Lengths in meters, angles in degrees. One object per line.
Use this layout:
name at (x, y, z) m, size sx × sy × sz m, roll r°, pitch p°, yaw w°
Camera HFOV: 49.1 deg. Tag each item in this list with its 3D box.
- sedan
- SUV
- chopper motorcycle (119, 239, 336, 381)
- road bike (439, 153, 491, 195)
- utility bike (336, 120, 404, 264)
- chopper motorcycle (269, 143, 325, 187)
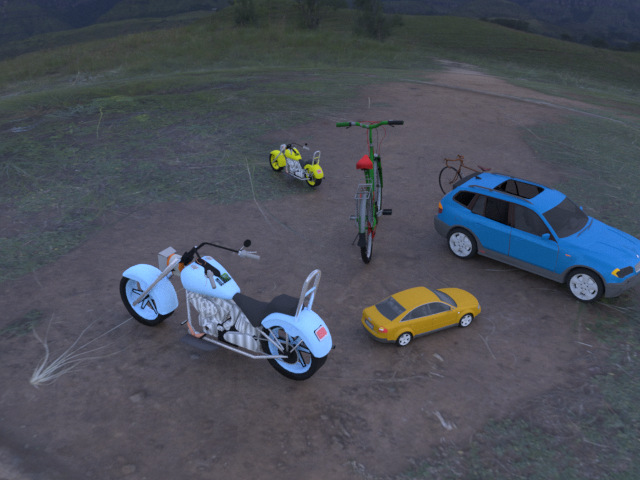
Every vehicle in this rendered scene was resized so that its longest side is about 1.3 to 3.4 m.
sedan at (1.300, 0.873, 8.832) m, size 1.613 × 0.483 × 0.635 m, roll -12°, pitch 29°, yaw -23°
SUV at (3.153, -0.157, 10.157) m, size 3.058 × 1.128 × 1.276 m, roll 21°, pitch 34°, yaw 36°
chopper motorcycle at (-1.209, 0.653, 8.162) m, size 3.040 × 1.480 × 0.906 m, roll 16°, pitch 31°, yaw 28°
road bike at (2.605, -0.961, 12.055) m, size 0.358 × 0.852 × 1.545 m, roll -18°, pitch 32°, yaw -31°
utility bike at (0.702, -0.877, 10.793) m, size 1.039 × 1.839 × 2.791 m, roll 4°, pitch 27°, yaw 8°
chopper motorcycle at (-0.473, -1.506, 13.236) m, size 0.466 × 0.761 × 1.563 m, roll -20°, pitch 33°, yaw -34°
